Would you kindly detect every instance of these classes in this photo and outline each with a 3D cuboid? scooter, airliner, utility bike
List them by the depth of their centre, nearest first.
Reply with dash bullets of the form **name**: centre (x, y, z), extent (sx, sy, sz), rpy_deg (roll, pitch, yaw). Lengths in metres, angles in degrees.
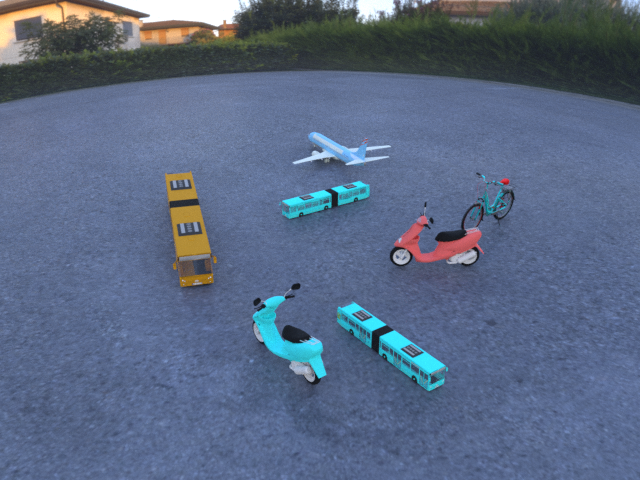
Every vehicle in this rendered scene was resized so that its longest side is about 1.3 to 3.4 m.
- **scooter**: centre (-0.398, 1.057, 8.172), extent (0.662, 0.919, 1.399), rpy_deg (-19, 32, -34)
- **scooter**: centre (1.740, -0.026, 10.340), extent (1.399, 0.919, 0.662), rpy_deg (0, 27, -1)
- **utility bike**: centre (2.859, -0.642, 11.544), extent (1.435, 0.946, 0.535), rpy_deg (-21, 33, -36)
- **airliner**: centre (0.345, -2.028, 14.441), extent (2.257, 0.835, 2.541), rpy_deg (-13, 29, -24)

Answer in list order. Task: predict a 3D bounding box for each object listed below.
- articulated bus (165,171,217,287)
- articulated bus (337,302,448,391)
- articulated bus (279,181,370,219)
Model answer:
- **articulated bus**: centre (-2.149, -0.285, 11.259), extent (0.605, 0.561, 3.401), rpy_deg (-6, 27, -13)
- **articulated bus**: centre (0.826, 1.253, 8.485), extent (0.311, 0.289, 1.749), rpy_deg (-18, 32, -31)
- **articulated bus**: centre (0.112, -0.725, 12.444), extent (1.749, 0.289, 0.311), rpy_deg (-17, 31, -30)
